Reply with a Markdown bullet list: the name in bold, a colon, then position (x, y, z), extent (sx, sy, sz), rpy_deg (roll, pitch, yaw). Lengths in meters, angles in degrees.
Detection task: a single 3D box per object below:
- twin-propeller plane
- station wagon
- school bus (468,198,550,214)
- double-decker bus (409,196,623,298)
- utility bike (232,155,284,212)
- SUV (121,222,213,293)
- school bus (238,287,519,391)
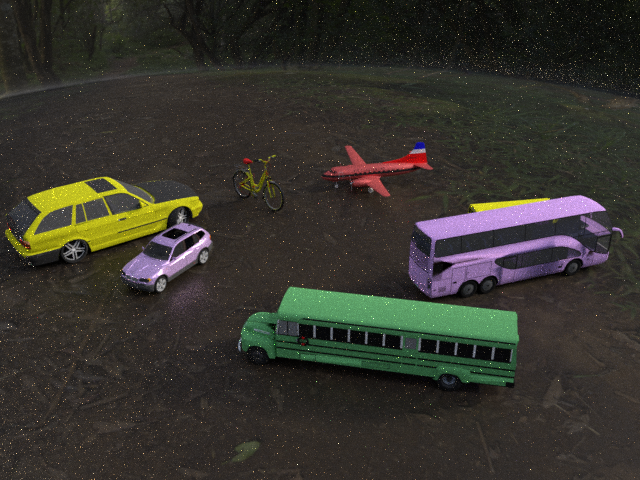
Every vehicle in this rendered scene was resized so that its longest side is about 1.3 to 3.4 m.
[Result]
- **twin-propeller plane**: position (1.059, -1.434, 13.446), extent (2.129, 0.792, 2.663), rpy_deg (-6, 28, -12)
- **station wagon**: position (-3.480, -0.502, 11.511), extent (3.105, 0.920, 1.327), rpy_deg (-20, 33, -33)
- **school bus**: position (3.372, -0.432, 11.904), extent (1.708, 0.434, 0.365), rpy_deg (-5, 28, -9)
- **double-decker bus**: position (2.878, 0.065, 10.276), extent (3.251, 1.052, 0.756), rpy_deg (-10, 29, -18)
- **utility bike**: position (-1.107, -1.106, 12.645), extent (1.435, 0.946, 0.535), rpy_deg (24, 36, 38)
- **SUV**: position (-2.279, 0.222, 10.485), extent (0.656, 0.580, 1.572), rpy_deg (15, 31, 27)
- **school bus**: position (0.647, 1.150, 8.411), extent (3.322, 0.844, 0.709), rpy_deg (6, 28, 11)
